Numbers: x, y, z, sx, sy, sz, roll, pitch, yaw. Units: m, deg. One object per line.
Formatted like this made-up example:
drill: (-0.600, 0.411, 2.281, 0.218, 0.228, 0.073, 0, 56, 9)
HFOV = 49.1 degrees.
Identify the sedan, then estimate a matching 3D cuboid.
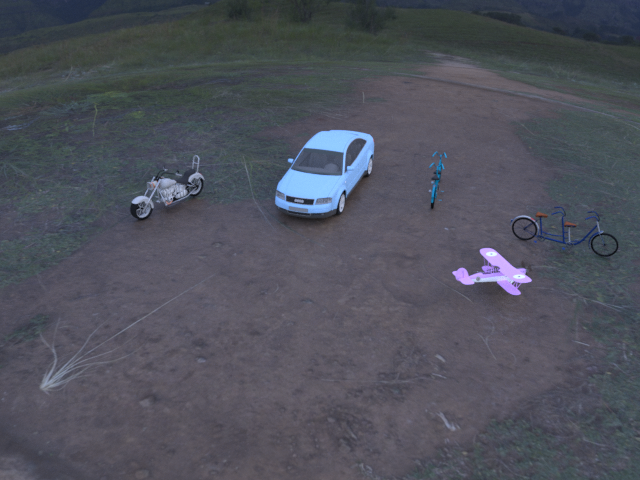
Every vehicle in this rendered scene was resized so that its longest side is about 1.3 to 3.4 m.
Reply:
sedan: (0.141, -1.358, 12.795, 1.235, 0.940, 3.137, 9, 29, 16)

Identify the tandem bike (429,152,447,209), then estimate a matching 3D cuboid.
tandem bike: (2.113, -1.128, 12.637, 0.283, 0.682, 1.642, 7, 29, 12)

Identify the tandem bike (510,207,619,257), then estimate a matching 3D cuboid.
tandem bike: (3.778, -0.179, 10.847, 1.642, 0.682, 0.283, 13, 31, 24)

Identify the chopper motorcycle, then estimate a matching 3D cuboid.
chopper motorcycle: (-2.642, -0.916, 12.153, 0.466, 0.761, 1.563, 21, 35, 34)

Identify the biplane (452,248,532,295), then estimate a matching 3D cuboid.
biplane: (2.405, 0.483, 9.788, 1.090, 0.504, 1.336, -5, 28, -10)
